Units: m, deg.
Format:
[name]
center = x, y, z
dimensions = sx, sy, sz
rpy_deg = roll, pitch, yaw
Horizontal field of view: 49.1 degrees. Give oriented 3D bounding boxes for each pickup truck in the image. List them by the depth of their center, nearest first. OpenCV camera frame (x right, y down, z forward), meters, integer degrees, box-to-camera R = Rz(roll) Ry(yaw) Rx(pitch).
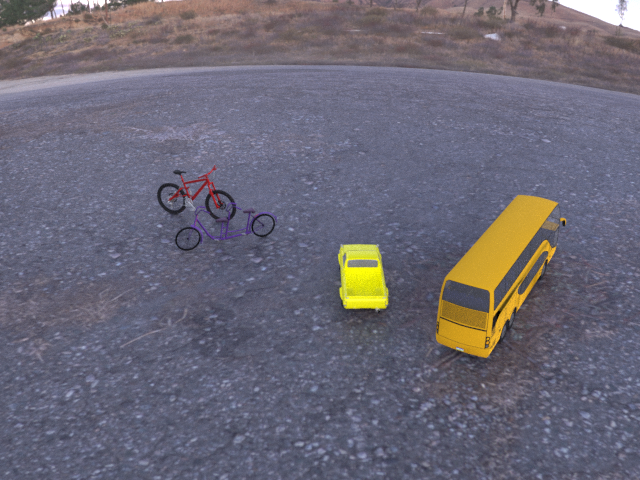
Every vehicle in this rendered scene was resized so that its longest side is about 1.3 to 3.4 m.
[pickup truck]
center = 0.578, 0.449, 9.595
dimensions = 0.640, 0.511, 1.603
rpy_deg = 0, 27, 0

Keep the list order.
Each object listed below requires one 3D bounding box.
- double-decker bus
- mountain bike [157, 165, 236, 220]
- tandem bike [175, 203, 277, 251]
[double-decker bus]
center = 2.456, 0.330, 9.230
dimensions = 0.756, 1.052, 3.251
rpy_deg = 15, 31, 27
[mountain bike]
center = -2.067, -0.767, 11.595
dimensions = 1.469, 0.868, 0.573
rpy_deg = 9, 28, 17
[tandem bike]
center = -1.432, -0.251, 10.784
dimensions = 1.642, 0.682, 0.283
rpy_deg = -11, 29, -21
